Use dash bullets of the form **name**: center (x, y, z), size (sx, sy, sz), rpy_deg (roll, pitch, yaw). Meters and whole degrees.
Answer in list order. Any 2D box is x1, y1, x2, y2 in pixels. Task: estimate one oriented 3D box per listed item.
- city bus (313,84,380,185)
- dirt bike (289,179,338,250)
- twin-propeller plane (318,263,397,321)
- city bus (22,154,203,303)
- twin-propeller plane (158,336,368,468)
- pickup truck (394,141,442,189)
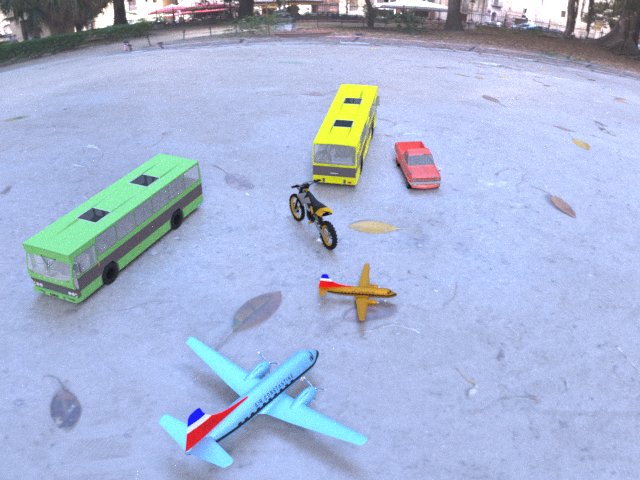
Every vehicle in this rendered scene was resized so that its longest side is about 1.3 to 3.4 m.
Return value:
- **city bus**: center (0.553, -2.112, 13.824), size (0.926, 0.894, 3.255), rpy_deg (6, 32, 9)
- **dirt bike**: center (-0.133, -0.471, 11.160), size (0.527, 0.857, 1.493), rpy_deg (-17, 35, -25)
- **twin-propeller plane**: center (0.523, 0.668, 9.719), size (1.095, 0.407, 1.370), rpy_deg (3, 31, 5)
- **city bus**: center (-3.020, -0.263, 10.781), size (0.926, 0.894, 3.255), rpy_deg (13, 34, 20)
- **twin-propeller plane**: center (-0.688, 1.665, 7.709), size (2.663, 0.792, 2.129), rpy_deg (22, 38, 32)
- **pickup truck**: center (1.823, -1.476, 13.146), size (0.640, 0.511, 1.603), rpy_deg (-3, 31, -5)
